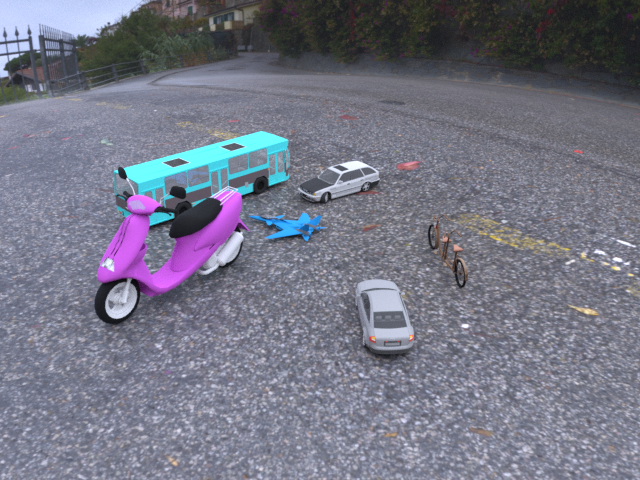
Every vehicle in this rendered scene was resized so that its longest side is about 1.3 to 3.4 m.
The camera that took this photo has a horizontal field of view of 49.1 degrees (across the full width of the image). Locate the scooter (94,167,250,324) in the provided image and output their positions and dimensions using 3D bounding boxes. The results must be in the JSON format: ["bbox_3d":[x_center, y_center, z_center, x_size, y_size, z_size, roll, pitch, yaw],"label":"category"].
[{"bbox_3d":[-1.962,-0.104,9.449,1.288,1.786,2.721,19,32,34],"label":"scooter"}]

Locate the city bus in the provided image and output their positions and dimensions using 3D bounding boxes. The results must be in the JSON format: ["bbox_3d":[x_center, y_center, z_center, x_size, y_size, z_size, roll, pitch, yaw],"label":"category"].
[{"bbox_3d":[-2.009,-1.110,12.538,3.255,0.894,0.926,-23,34,-39],"label":"city bus"}]

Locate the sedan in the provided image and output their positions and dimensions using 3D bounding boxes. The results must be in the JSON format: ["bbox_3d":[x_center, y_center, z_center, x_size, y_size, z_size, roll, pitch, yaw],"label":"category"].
[{"bbox_3d":[0.802,0.882,8.910,0.635,0.483,1.613,-2,26,-3],"label":"sedan"}]

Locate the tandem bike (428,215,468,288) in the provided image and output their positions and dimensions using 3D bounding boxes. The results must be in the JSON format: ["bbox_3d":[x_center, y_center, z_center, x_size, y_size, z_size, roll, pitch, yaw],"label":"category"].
[{"bbox_3d":[1.868,0.096,10.300,0.283,0.682,1.642,-5,26,-9],"label":"tandem bike"}]

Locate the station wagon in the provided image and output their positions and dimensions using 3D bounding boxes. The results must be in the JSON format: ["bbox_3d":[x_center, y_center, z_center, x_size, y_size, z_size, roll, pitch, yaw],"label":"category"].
[{"bbox_3d":[0.352,-1.114,13.027,1.597,0.473,0.682,-18,31,-32],"label":"station wagon"}]

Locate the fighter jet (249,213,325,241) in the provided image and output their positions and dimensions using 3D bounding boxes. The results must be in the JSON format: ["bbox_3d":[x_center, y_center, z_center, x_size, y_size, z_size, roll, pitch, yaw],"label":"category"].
[{"bbox_3d":[-0.636,-0.331,11.631,1.358,0.286,1.147,14,29,27],"label":"fighter jet"}]
